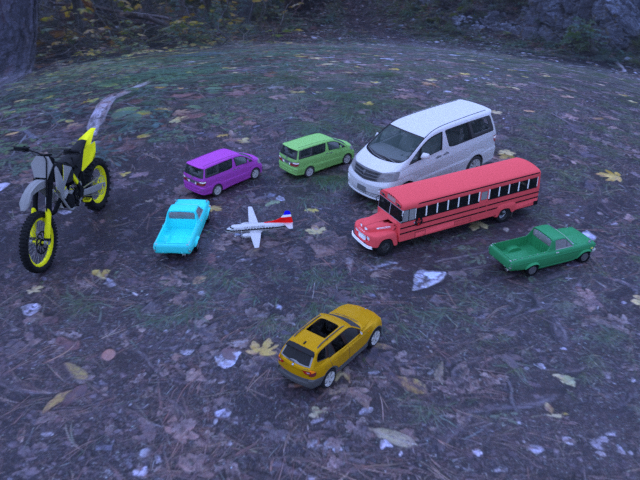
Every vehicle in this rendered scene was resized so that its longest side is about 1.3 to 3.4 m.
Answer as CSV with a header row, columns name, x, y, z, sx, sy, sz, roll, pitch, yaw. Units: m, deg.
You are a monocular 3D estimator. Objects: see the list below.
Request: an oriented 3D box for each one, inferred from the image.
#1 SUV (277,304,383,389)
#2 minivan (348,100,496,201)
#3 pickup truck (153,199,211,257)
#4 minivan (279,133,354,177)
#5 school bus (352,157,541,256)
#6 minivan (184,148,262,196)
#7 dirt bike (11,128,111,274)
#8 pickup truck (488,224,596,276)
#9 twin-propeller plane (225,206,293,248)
name,x,y,z,sx,sy,sz,roll,pitch,yaw
SUV,0.147,1.198,8.531,0.656,0.580,1.572,21,36,32
minivan,1.889,-1.654,12.815,3.011,1.197,1.324,-22,37,-33
pickup truck,-2.167,-0.262,11.107,0.640,0.511,1.603,2,30,3
minivan,-0.038,-1.700,13.472,1.548,0.616,0.681,-22,37,-33
school bus,2.066,-0.586,11.332,3.322,0.844,0.709,-15,33,-24
minivan,-1.751,-1.317,12.814,0.681,0.616,1.548,24,38,35
dirt bike,-3.931,-0.778,10.845,1.024,1.666,2.903,4,30,7
pickup truck,3.340,0.098,10.489,1.603,0.511,0.640,-12,32,-19
twin-propeller plane,-0.974,-0.256,11.199,1.095,0.407,1.370,-5,31,-8
